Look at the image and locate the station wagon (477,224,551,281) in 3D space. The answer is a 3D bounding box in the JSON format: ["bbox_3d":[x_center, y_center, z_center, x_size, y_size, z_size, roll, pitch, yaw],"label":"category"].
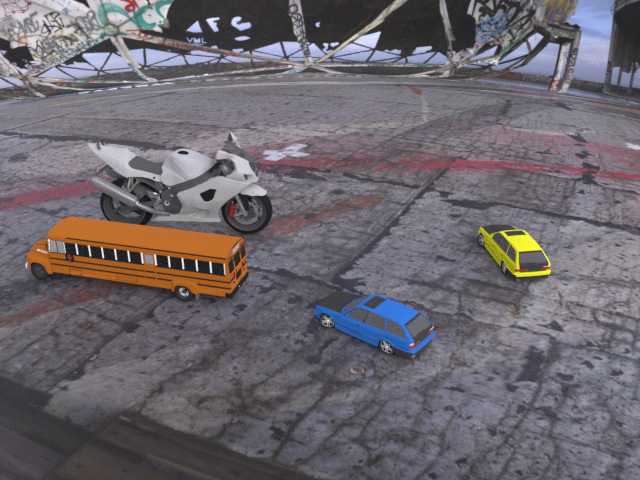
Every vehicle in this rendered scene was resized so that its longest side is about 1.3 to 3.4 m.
[{"bbox_3d":[2.969,0.088,10.805,0.682,0.473,1.597,-4,27,-8],"label":"station wagon"}]

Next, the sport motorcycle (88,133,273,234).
[{"bbox_3d":[-2.257,-0.872,11.478,2.955,1.596,0.983,2,26,4],"label":"sport motorcycle"}]

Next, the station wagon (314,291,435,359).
[{"bbox_3d":[0.668,0.984,8.994,1.597,0.473,0.682,19,32,34],"label":"station wagon"}]

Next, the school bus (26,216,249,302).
[{"bbox_3d":[-2.710,0.237,10.085,3.322,0.844,0.709,7,27,14],"label":"school bus"}]
